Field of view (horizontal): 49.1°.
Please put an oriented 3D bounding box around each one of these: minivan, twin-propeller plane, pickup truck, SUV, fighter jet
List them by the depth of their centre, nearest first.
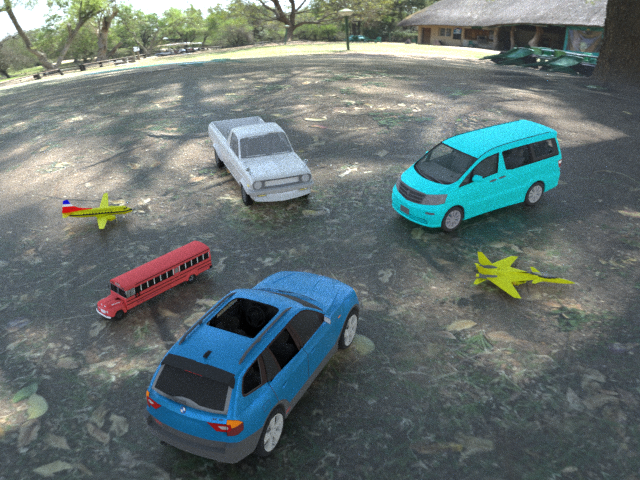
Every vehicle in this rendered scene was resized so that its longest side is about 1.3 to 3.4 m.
[{"bbox_3d":[-0.603,1.085,7.561,1.276,1.128,3.058,13,31,22],"label":"SUV"},{"bbox_3d":[2.821,0.448,9.647,1.358,0.286,1.147,6,29,10],"label":"fighter jet"},{"bbox_3d":[-3.593,-0.501,11.296,1.095,0.407,1.370,-6,29,-11],"label":"twin-propeller plane"},{"bbox_3d":[2.617,-1.127,11.630,3.011,1.197,1.324,-16,32,-28],"label":"minivan"},{"bbox_3d":[-1.157,-1.622,12.774,1.244,0.993,3.117,-10,30,-19],"label":"pickup truck"}]

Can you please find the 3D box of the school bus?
[{"bbox_3d":[-2.202,0.523,9.350,0.365,0.434,1.708,22,35,35],"label":"school bus"}]
